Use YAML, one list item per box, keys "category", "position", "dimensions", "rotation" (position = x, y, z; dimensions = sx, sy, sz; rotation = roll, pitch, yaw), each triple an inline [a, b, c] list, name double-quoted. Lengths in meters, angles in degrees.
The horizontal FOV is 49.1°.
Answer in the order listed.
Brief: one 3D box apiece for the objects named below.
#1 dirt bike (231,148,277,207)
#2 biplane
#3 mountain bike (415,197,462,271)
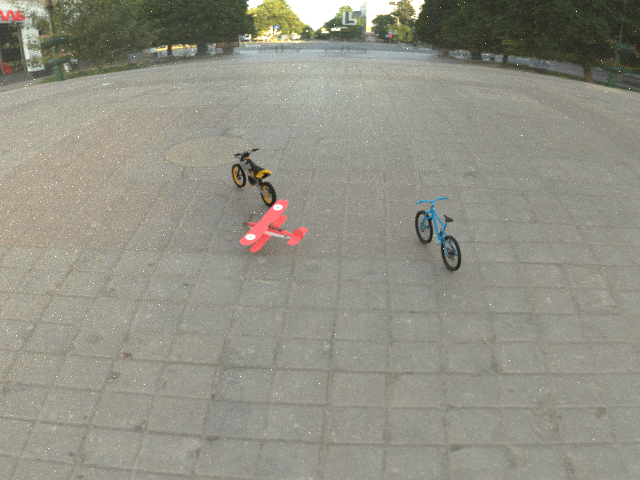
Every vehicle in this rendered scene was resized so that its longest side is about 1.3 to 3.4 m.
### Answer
- category: "dirt bike"
  position: [-1.257, -1.201, 13.001]
  dimensions: [0.527, 0.857, 1.493]
  rotation: [-20, 35, -32]
- category: "biplane"
  position: [-0.757, -0.139, 11.451]
  dimensions: [1.090, 0.504, 1.336]
  rotation: [14, 32, 23]
- category: "mountain bike"
  position: [1.865, -0.139, 11.077]
  dimensions: [0.573, 0.868, 1.469]
  rotation: [-10, 31, -17]
